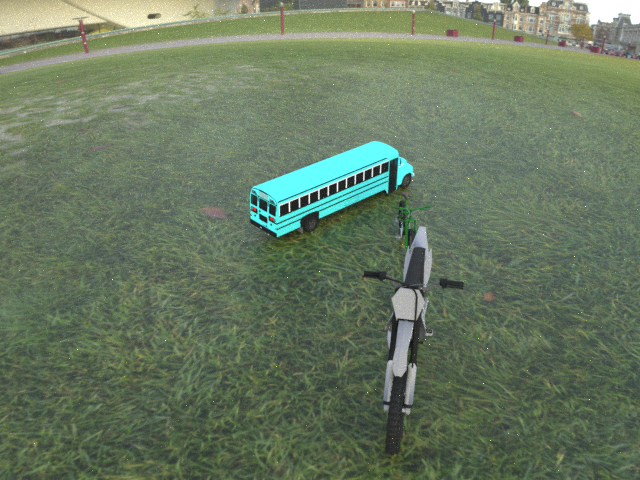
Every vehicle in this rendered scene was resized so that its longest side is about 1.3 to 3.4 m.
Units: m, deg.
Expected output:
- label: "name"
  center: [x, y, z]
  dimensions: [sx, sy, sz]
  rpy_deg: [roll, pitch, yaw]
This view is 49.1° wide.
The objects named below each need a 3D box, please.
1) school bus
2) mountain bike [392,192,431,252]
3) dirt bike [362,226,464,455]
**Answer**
- label: "school bus"
  center: [0.325, -0.938, 11.779]
  dimensions: [3.322, 0.844, 0.709]
  rpy_deg: [-25, 39, -36]
- label: "mountain bike"
  center: [1.316, -0.248, 10.585]
  dimensions: [0.573, 0.868, 1.469]
  rpy_deg: [-1, 31, -2]
- label: "dirt bike"
  center: [1.013, 0.923, 7.812]
  dimensions: [1.024, 1.666, 2.903]
  rpy_deg: [6, 31, 10]
